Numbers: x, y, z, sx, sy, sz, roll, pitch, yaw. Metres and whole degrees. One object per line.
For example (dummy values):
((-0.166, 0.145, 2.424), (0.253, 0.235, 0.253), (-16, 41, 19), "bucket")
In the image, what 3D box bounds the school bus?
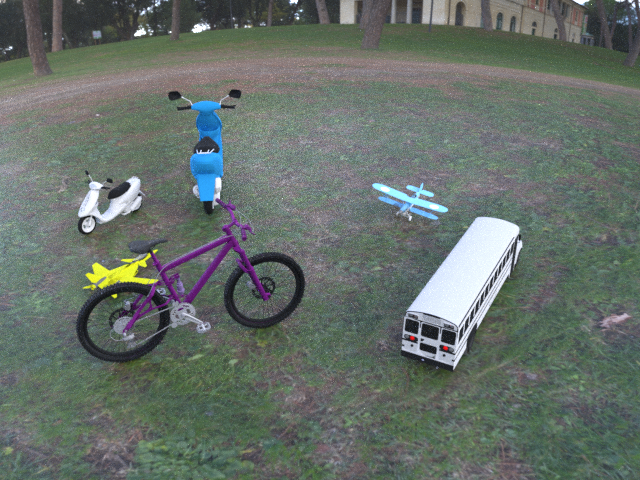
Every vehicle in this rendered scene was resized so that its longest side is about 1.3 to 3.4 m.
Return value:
((2.034, 0.530, 9.399), (0.709, 0.844, 3.322), (14, 32, 24), "school bus")

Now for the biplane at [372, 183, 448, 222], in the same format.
((1.574, -0.655, 11.920), (1.336, 0.504, 1.090), (14, 32, 23), "biplane")

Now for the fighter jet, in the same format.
((-2.808, 0.368, 10.277), (1.147, 0.286, 1.358), (13, 31, 22), "fighter jet")

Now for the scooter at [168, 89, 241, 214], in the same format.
((-2.004, -1.705, 12.504), (1.288, 1.786, 2.721), (-3, 29, -5), "scooter")

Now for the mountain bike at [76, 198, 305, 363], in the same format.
((-1.511, 0.555, 8.474), (2.857, 1.688, 1.114), (-12, 31, -20), "mountain bike")

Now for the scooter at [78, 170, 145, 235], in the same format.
((-3.478, -0.715, 11.598), (0.662, 0.919, 1.399), (19, 34, 30), "scooter")
